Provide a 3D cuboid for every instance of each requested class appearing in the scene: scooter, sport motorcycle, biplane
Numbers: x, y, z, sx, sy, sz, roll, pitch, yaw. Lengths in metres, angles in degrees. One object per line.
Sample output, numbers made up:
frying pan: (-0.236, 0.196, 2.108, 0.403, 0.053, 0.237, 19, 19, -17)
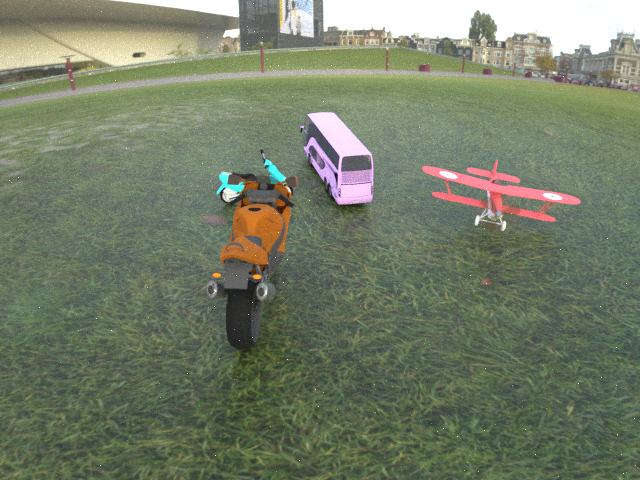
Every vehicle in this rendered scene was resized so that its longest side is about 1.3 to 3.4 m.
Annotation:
scooter: (-1.187, -1.114, 12.737, 1.399, 0.919, 0.662, -4, 26, -8)
sport motorcycle: (-0.853, 0.158, 9.295, 0.983, 1.596, 2.955, 2, 26, 4)
biplane: (3.045, -0.797, 12.004, 2.598, 0.981, 2.120, 4, 26, 9)

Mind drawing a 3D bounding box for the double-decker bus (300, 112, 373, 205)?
double-decker bus: (0.289, -1.688, 13.780, 0.756, 1.052, 3.251, -6, 26, -11)
